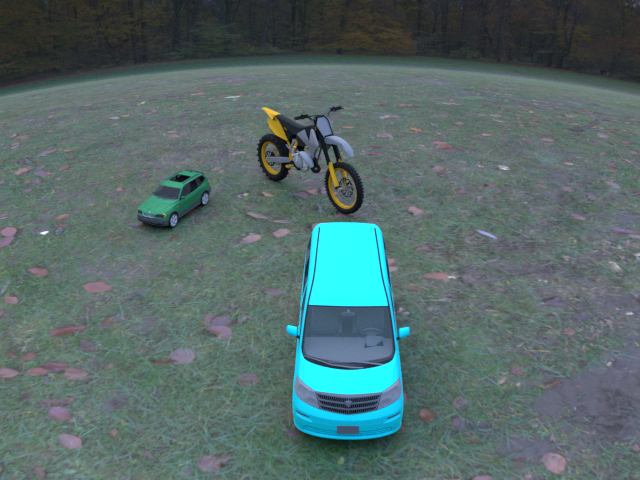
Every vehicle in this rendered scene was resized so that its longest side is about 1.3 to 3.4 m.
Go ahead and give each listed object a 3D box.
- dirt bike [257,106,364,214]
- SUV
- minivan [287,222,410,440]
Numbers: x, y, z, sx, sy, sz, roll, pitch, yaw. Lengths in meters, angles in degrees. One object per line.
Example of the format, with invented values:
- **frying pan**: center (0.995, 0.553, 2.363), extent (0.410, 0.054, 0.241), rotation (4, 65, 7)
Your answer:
- **dirt bike**: center (-0.227, -1.559, 12.436), extent (1.024, 1.666, 2.903), rotation (-21, 34, -35)
- **SUV**: center (-2.492, -0.741, 12.032), extent (0.656, 0.580, 1.572), rotation (11, 29, 21)
- **minivan**: center (0.315, 0.917, 8.123), extent (1.324, 1.197, 3.011), rotation (1, 27, 1)
